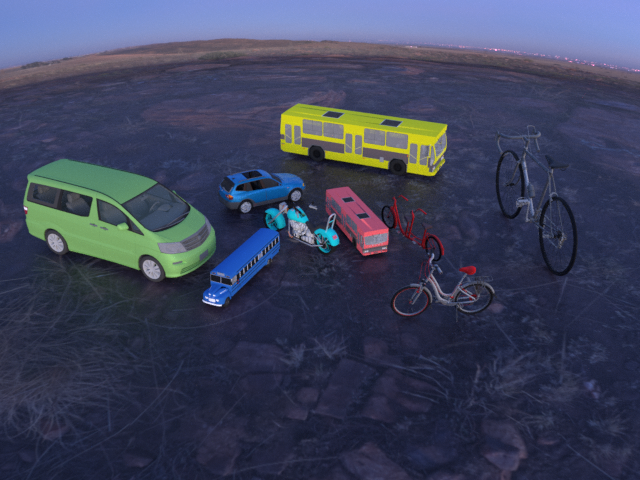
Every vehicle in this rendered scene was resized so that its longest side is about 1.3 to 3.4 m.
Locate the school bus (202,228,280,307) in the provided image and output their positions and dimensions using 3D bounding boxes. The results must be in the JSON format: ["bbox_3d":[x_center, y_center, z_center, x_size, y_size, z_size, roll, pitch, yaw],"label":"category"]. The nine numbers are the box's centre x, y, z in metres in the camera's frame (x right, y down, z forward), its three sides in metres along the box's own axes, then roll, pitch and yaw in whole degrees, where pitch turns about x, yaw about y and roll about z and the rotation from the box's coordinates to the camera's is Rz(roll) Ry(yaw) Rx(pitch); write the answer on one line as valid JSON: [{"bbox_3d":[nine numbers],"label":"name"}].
[{"bbox_3d":[-1.119,0.382,10.093,0.365,0.434,1.708,12,31,22],"label":"school bus"}]

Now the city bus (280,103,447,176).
[{"bbox_3d":[0.834,-1.986,13.957,3.255,0.894,0.926,12,31,21],"label":"city bus"}]

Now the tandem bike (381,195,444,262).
[{"bbox_3d":[1.427,-0.235,10.966,0.283,0.682,1.642,-15,32,-25],"label":"tandem bike"}]

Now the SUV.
[{"bbox_3d":[-1.020,-0.939,12.364,1.572,0.580,0.656,-15,32,-25],"label":"SUV"}]

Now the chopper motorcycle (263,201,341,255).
[{"bbox_3d":[-0.317,-0.282,10.969,1.563,0.761,0.466,24,37,37],"label":"chopper motorcycle"}]

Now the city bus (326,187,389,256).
[{"bbox_3d":[0.571,-0.315,11.344,0.476,0.460,1.674,-10,30,-17],"label":"city bus"}]

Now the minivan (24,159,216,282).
[{"bbox_3d":[-3.050,-0.361,10.659,3.011,1.197,1.324,13,31,22],"label":"minivan"}]

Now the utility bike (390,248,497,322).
[{"bbox_3d":[1.643,0.637,9.090,1.435,0.946,0.535,-2,29,-4],"label":"utility bike"}]

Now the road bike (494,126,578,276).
[{"bbox_3d":[3.308,-0.710,10.820,0.697,1.656,3.004,-4,29,-7],"label":"road bike"}]
